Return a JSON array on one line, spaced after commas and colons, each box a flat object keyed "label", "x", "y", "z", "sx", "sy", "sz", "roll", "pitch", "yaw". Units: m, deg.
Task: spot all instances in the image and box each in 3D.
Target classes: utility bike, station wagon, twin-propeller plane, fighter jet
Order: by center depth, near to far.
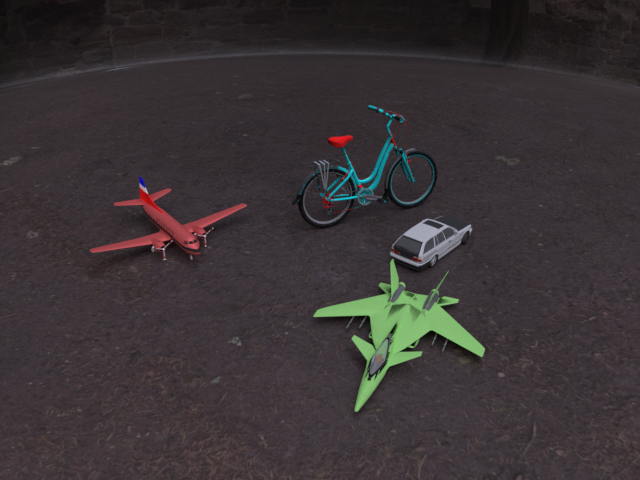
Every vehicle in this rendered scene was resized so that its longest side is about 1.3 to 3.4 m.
[{"label": "fighter jet", "x": 0.893, "y": 1.145, "z": 8.686, "sx": 2.229, "sy": 0.557, "sz": 2.640, "roll": 11, "pitch": 31, "yaw": 19}, {"label": "station wagon", "x": 1.773, "y": -0.054, "z": 10.933, "sx": 0.682, "sy": 0.473, "sz": 1.597, "roll": 23, "pitch": 36, "yaw": 35}, {"label": "twin-propeller plane", "x": -2.427, "y": -0.339, "z": 11.118, "sx": 2.663, "sy": 0.792, "sz": 2.129, "roll": -20, "pitch": 35, "yaw": -31}, {"label": "utility bike", "x": 0.758, "y": -1.251, "z": 11.683, "sx": 2.791, "sy": 1.839, "sz": 1.039, "roll": -13, "pitch": 32, "yaw": -23}]
